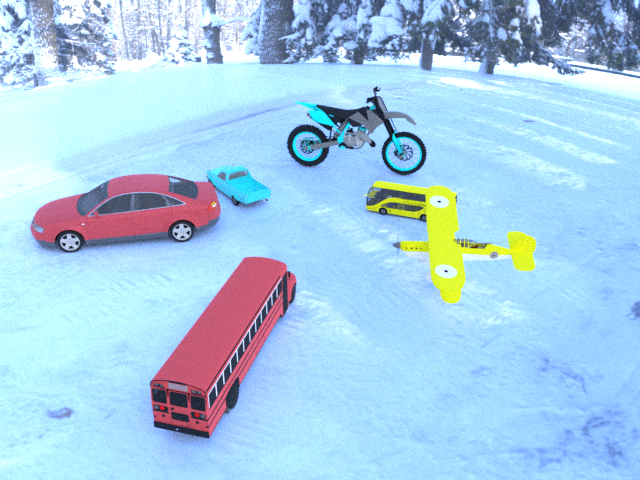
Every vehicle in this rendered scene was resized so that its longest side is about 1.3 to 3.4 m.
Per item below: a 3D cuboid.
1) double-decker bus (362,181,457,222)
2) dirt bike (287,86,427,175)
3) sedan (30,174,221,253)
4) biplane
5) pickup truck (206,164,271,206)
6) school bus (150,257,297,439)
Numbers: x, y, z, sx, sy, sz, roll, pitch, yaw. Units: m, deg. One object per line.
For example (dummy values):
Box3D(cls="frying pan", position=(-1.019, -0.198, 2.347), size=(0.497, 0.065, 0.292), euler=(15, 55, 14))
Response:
Box3D(cls="double-decker bus", position=(1.604, -0.688, 12.542), size=(1.672, 0.541, 0.389), euler=(10, 30, 18))
Box3D(cls="dirt bike", position=(0.727, -2.182, 14.133), size=(2.903, 1.666, 1.024), euler=(7, 29, 12))
Box3D(cls="sedan", position=(-3.272, -0.551, 11.866), size=(3.137, 0.940, 1.235), euler=(-6, 29, -11))
Box3D(cls="biplane", position=(2.148, 0.166, 10.489), size=(2.120, 0.981, 2.598), euler=(2, 28, 4))
Box3D(cls="pickup truck", position=(-1.573, -1.101, 13.343), size=(0.640, 0.511, 1.603), euler=(-19, 33, -31))
Box3D(cls="school bus", position=(-1.058, 1.111, 8.874), size=(0.709, 0.844, 3.322), euler=(8, 29, 14))
